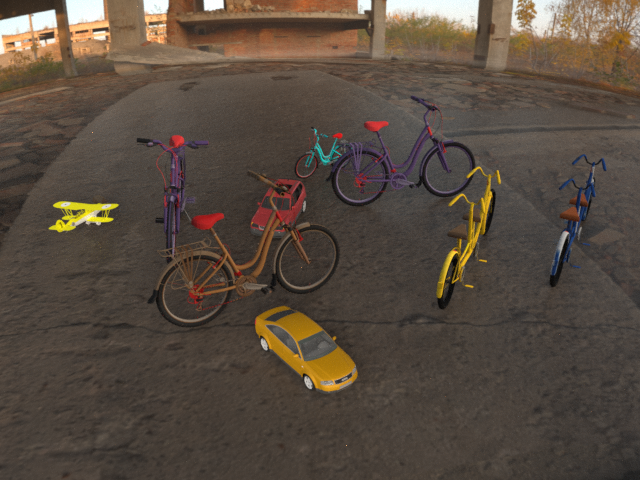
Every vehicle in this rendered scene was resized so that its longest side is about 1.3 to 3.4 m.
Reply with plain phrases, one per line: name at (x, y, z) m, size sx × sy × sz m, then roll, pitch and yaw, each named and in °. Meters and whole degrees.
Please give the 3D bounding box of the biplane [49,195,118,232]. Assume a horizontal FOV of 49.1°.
biplane at (-3.955, -0.377, 11.534) m, size 1.336 × 0.504 × 1.090 m, roll 12°, pitch 31°, yaw 21°

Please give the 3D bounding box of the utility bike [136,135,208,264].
utility bike at (-2.216, -0.872, 11.047) m, size 1.039 × 1.839 × 2.791 m, roll -3°, pitch 29°, yaw -6°

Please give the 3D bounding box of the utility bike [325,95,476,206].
utility bike at (1.431, -1.565, 12.325) m, size 2.791 × 1.839 × 1.039 m, roll -6°, pitch 29°, yaw -11°

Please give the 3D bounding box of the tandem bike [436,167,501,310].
tandem bike at (2.215, -0.168, 10.286) m, size 0.550 × 1.326 × 3.192 m, roll 13°, pitch 31°, yaw 22°

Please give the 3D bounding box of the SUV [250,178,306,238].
SUV at (-0.678, -0.558, 11.788) m, size 0.656 × 0.580 × 1.572 m, roll 7°, pitch 29°, yaw 12°

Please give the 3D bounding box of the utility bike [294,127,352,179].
utility bike at (0.133, -1.700, 13.513) m, size 1.435 × 0.946 × 0.535 m, roll -19°, pitch 34°, yaw -31°

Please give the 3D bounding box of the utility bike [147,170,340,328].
utility bike at (-0.996, 0.084, 9.282) m, size 2.791 × 1.839 × 1.039 m, roll -15°, pitch 32°, yaw -25°

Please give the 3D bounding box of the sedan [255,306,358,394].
sedan at (-0.188, 1.269, 8.520) m, size 0.635 × 0.483 × 1.613 m, roll -20°, pitch 34°, yaw -32°

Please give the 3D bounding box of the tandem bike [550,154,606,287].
tandem bike at (3.946, -0.420, 10.752) m, size 0.550 × 1.326 × 3.192 m, roll 14°, pitch 32°, yaw 25°
